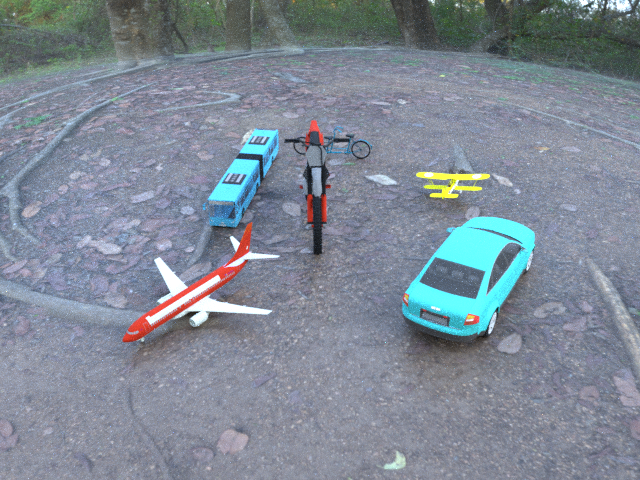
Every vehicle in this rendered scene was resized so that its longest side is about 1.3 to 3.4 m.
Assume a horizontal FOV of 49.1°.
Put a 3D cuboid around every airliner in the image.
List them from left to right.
[{"bbox_3d":[-1.743,0.583,9.681,2.257,0.835,2.541,21,36,32],"label":"airliner"}]

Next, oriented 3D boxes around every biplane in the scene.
[{"bbox_3d":[2.343,-0.976,12.692,1.336,0.504,1.090,13,32,21],"label":"biplane"}]

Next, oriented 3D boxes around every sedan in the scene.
[{"bbox_3d":[2.220,0.337,9.999,1.235,0.940,3.137,16,34,26],"label":"sedan"}]

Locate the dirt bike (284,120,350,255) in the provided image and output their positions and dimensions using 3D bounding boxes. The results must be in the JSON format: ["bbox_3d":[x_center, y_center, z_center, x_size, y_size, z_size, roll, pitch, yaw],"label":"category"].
[{"bbox_3d":[-0.057,-1.035,11.637,1.024,1.666,2.903,-1,30,-1],"label":"dirt bike"}]

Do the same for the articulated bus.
[{"bbox_3d":[-1.372,-1.252,13.109,0.605,0.561,3.401,5,31,8],"label":"articulated bus"}]

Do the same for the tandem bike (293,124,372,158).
[{"bbox_3d":[0.256,-2.012,14.297,1.642,0.682,0.283,5,31,9],"label":"tandem bike"}]
